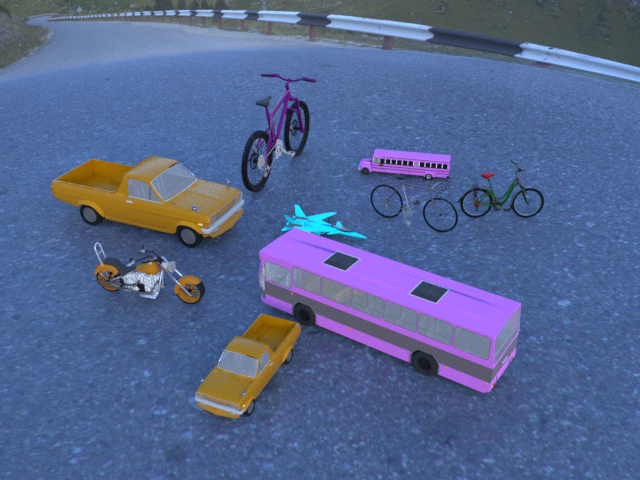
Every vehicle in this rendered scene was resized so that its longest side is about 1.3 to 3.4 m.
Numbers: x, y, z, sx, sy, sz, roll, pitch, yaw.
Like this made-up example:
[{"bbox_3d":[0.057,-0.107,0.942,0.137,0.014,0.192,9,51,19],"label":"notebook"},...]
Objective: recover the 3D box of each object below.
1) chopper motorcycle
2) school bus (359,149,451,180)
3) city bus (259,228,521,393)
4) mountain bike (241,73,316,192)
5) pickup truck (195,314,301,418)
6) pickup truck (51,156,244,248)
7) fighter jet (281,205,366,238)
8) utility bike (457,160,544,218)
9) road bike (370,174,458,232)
[{"bbox_3d":[-2.329,0.449,9.465,1.563,0.761,0.466,6,30,11],"label":"chopper motorcycle"},{"bbox_3d":[1.578,-1.421,13.098,1.708,0.434,0.365,6,30,11],"label":"school bus"},{"bbox_3d":[0.757,0.815,8.684,3.255,0.894,0.926,19,34,29],"label":"city bus"},{"bbox_3d":[-0.771,-2.057,12.950,1.114,1.688,2.857,11,31,19],"label":"mountain bike"},{"bbox_3d":[-0.795,1.375,8.084,0.640,0.511,1.603,12,32,20],"label":"pickup truck"},{"bbox_3d":[-2.820,-0.784,11.408,3.117,0.993,1.244,12,32,20],"label":"pickup truck"},{"bbox_3d":[0.111,-0.238,11.160,1.358,0.286,1.147,12,32,20],"label":"fighter jet"},{"bbox_3d":[2.982,-0.820,11.518,1.435,0.946,0.535,0,30,1],"label":"utility bike"},{"bbox_3d":[1.503,-0.627,11.273,1.545,0.852,0.358,17,34,27],"label":"road bike"}]
